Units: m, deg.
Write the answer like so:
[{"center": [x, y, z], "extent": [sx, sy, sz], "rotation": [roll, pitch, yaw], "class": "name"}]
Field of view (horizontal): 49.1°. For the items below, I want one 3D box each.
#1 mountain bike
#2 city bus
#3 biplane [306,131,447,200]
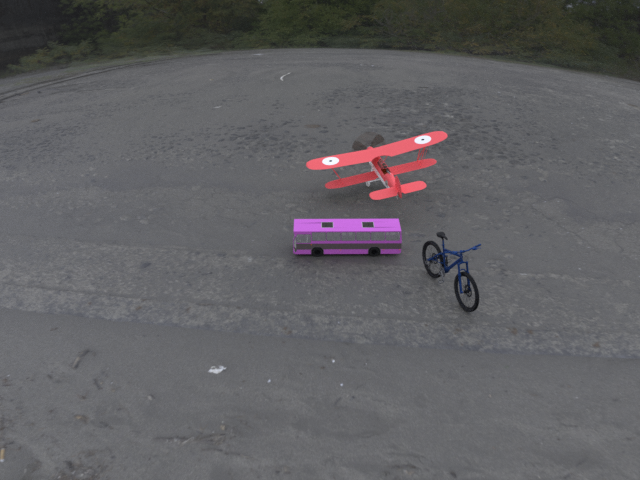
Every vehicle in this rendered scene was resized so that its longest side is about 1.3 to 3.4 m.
[{"center": [1.824, 0.362, 9.832], "extent": [0.573, 0.868, 1.469], "rotation": [-11, 32, -19], "class": "mountain bike"}, {"center": [0.419, -0.037, 10.933], "extent": [1.674, 0.460, 0.476], "rotation": [0, 30, 0], "class": "city bus"}, {"center": [1.093, -1.220, 12.463], "extent": [2.598, 0.981, 2.120], "rotation": [-6, 31, -10], "class": "biplane"}]
